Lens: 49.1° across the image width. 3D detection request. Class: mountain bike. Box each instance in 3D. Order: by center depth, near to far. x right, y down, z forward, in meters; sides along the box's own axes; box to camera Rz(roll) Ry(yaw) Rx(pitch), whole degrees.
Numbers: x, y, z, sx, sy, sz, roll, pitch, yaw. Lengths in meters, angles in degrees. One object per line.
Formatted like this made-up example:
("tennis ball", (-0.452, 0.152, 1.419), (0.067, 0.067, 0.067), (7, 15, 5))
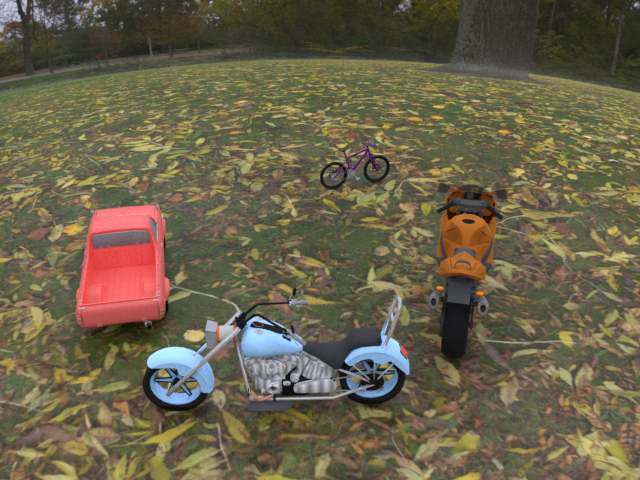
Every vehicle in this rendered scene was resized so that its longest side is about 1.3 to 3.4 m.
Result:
("mountain bike", (0.686, -1.445, 13.465), (1.469, 0.868, 0.573), (-11, 31, -19))

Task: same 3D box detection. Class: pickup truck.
("pickup truck", (-2.879, 0.232, 10.300), (1.244, 0.993, 3.117), (-6, 29, -10))

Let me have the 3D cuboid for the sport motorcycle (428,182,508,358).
("sport motorcycle", (1.965, 0.295, 9.562), (0.983, 1.596, 2.955), (7, 30, 12))

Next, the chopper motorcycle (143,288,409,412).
("chopper motorcycle", (-0.497, 1.279, 7.902), (3.040, 1.480, 0.906), (-1, 29, -1))
